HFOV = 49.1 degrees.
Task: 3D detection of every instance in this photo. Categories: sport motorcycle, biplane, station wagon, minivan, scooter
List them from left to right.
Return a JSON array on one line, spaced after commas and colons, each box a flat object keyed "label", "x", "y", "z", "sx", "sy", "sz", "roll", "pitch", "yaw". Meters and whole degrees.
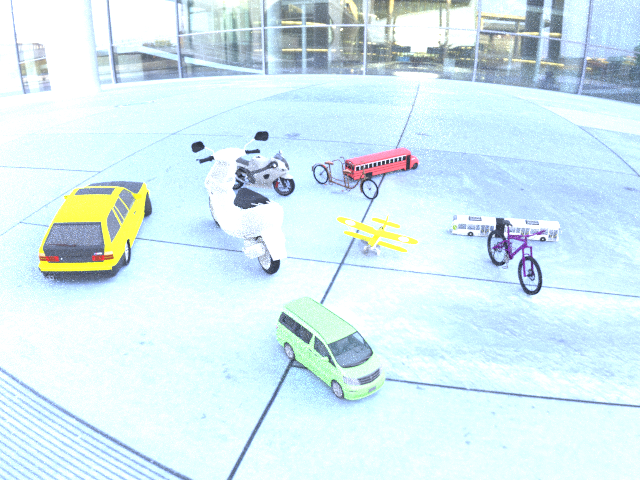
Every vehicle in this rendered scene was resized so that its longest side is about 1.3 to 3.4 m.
[{"label": "station wagon", "x": -3.573, "y": -0.401, "z": 11.368, "sx": 1.327, "sy": 0.920, "sz": 3.105, "roll": -1, "pitch": 26, "yaw": -2}, {"label": "scooter", "x": -1.230, "y": -0.673, "z": 10.941, "sx": 1.288, "sy": 1.786, "sz": 2.721, "roll": -14, "pitch": 29, "yaw": -26}, {"label": "sport motorcycle", "x": -1.194, "y": -1.290, "z": 13.288, "sx": 1.520, "sy": 0.821, "sz": 0.506, "roll": 8, "pitch": 27, "yaw": 16}, {"label": "minivan", "x": 0.113, "y": 1.262, "z": 8.331, "sx": 0.681, "sy": 0.616, "sz": 1.548, "roll": -19, "pitch": 32, "yaw": -33}, {"label": "biplane", "x": 0.955, "y": -0.089, "z": 11.205, "sx": 1.336, "sy": 0.504, "sz": 1.090, "roll": 10, "pitch": 28, "yaw": 19}]

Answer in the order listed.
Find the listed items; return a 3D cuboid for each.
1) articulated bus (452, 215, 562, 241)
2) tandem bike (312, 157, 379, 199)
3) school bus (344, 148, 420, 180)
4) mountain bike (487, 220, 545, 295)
[{"label": "articulated bus", "x": 3.093, "y": -0.198, "z": 11.672, "sx": 1.749, "sy": 0.289, "sz": 0.311, "roll": 4, "pitch": 26, "yaw": 9}, {"label": "tandem bike", "x": 0.461, "y": -1.250, "z": 13.367, "sx": 1.642, "sy": 0.682, "sz": 0.283, "roll": 21, "pitch": 33, "yaw": 36}, {"label": "school bus", "x": 1.296, "y": -1.560, "z": 14.276, "sx": 1.708, "sy": 0.434, "sz": 0.365, "roll": -15, "pitch": 30, "yaw": -28}, {"label": "mountain bike", "x": 2.845, "y": 0.174, "z": 10.257, "sx": 0.573, "sy": 0.868, "sz": 1.469, "roll": -7, "pitch": 27, "yaw": -15}]
